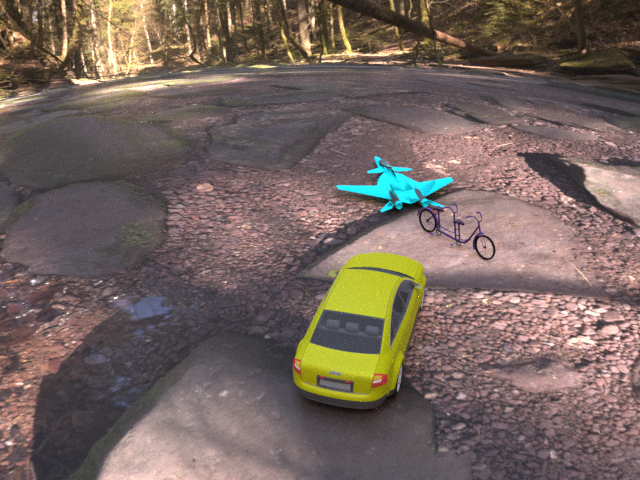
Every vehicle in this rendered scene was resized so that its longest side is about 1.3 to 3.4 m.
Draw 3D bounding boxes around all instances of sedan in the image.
[{"bbox_3d":[0.580,0.852,8.592,1.235,0.940,3.137,8,28,14],"label":"sedan"}]

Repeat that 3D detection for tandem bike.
[{"bbox_3d":[2.127,-0.234,11.011,0.283,0.682,1.642,-19,33,-33],"label":"tandem bike"}]

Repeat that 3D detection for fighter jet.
[{"bbox_3d":[1.374,-1.277,13.201,2.229,0.557,2.640,-5,27,-9],"label":"fighter jet"}]
